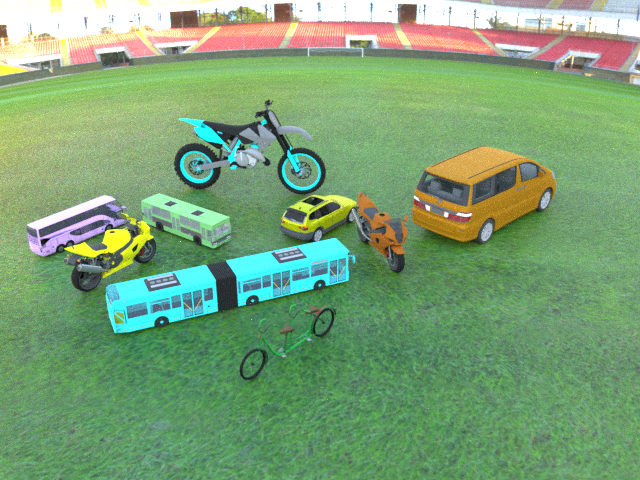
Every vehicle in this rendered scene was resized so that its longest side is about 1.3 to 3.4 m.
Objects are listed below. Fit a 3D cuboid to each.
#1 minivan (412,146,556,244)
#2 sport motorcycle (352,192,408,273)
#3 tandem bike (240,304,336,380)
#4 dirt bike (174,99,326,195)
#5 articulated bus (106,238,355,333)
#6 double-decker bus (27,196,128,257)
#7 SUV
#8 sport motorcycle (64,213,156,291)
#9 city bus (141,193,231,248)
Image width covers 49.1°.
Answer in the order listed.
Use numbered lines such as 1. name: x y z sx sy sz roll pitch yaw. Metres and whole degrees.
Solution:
1. minivan: 2.904 -0.923 11.961 3.011 1.197 1.324 -24 35 -38
2. sport motorcycle: 0.931 -0.126 10.810 0.506 0.821 1.520 -10 29 -19
3. tandem bike: -0.355 1.123 8.509 0.283 0.682 1.642 23 35 38
4. dirt bike: -1.322 -1.667 12.907 2.903 1.666 1.024 4 27 8
5. articulated bus: -1.170 0.597 9.675 3.401 0.561 0.605 -12 29 -22
6. double-decker bus: -3.917 -0.259 11.380 0.389 0.541 1.672 19 33 33
7. SUV: 0.005 -0.462 11.736 0.656 0.580 1.572 19 33 33
8. sport motorcycle: -3.017 0.167 10.234 0.506 0.821 1.520 19 33 33
9. city bus: -2.225 -0.312 11.573 1.674 0.460 0.476 18 32 32
